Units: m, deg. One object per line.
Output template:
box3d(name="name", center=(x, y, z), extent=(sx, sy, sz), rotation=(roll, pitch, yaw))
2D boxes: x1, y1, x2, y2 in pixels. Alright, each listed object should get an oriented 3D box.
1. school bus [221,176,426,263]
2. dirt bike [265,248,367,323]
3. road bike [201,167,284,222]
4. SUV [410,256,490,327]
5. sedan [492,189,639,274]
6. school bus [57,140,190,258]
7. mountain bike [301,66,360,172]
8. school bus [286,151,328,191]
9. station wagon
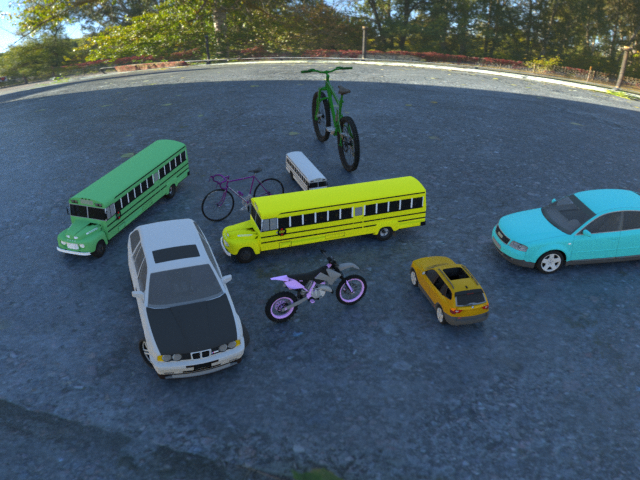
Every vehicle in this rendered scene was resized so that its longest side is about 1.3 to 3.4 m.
box3d(name="school bus", center=(0.065, -0.363, 11.201), extent=(3.322, 0.844, 0.709), rotation=(-9, 30, -16))
box3d(name="dirt bike", center=(-0.039, 0.615, 9.374), extent=(1.493, 0.857, 0.527), rotation=(-12, 30, -21))
box3d(name="road bike", center=(-1.314, -0.809, 12.020), extent=(1.545, 0.852, 0.358), rotation=(-15, 32, -25))
box3d(name="SUV", center=(1.778, 0.605, 9.684), extent=(0.656, 0.580, 1.572), rotation=(-7, 29, -13))
box3d(name="sedan", center=(4.249, -0.225, 10.845), extent=(3.137, 0.940, 1.235), rotation=(-4, 29, -7))
box3d(name="school bus", center=(-3.297, -0.774, 11.962), extent=(0.709, 0.844, 3.322), rotation=(9, 30, 15))
box3d(name="mountain bike", center=(0.295, -2.554, 14.373), extent=(1.114, 1.688, 2.857), rotation=(-8, 29, -15))
box3d(name="school bus", center=(-0.227, -1.169, 13.125), extent=(0.365, 0.434, 1.708), rotation=(-10, 30, -17))
box3d(name="station wagon", center=(-1.868, 0.602, 9.332), extent=(1.327, 0.920, 3.105), rotation=(-9, 30, -17))
